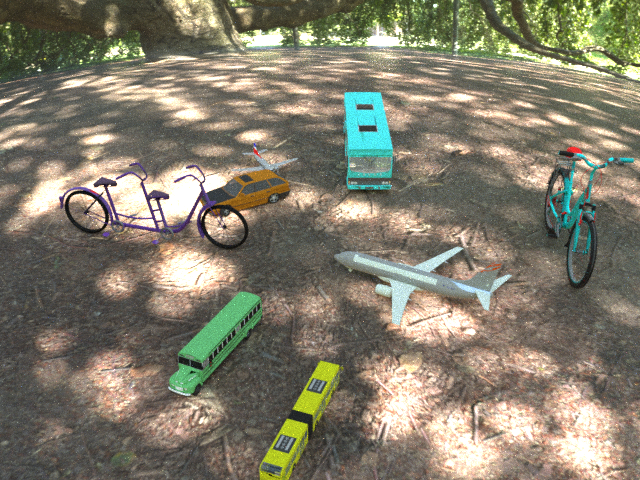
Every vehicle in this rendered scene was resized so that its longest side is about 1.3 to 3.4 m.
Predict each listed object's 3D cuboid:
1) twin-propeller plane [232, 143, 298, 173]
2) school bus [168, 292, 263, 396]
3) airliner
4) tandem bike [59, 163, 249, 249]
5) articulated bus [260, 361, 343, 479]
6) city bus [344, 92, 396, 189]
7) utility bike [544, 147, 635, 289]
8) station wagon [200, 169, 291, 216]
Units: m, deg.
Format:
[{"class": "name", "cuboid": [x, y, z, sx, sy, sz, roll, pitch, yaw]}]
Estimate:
[{"class": "twin-propeller plane", "cuboid": [-1.096, -1.531, 13.556, 1.370, 0.407, 1.095, -13, 32, -21]}, {"class": "school bus", "cuboid": [-1.271, 1.258, 8.647, 0.365, 0.434, 1.708, 13, 32, 21]}, {"class": "airliner", "cuboid": [1.302, 0.360, 9.815, 2.541, 0.835, 2.257, 17, 34, 27]}, {"class": "tandem bike", "cuboid": [-2.655, -0.568, 10.946, 3.192, 1.326, 0.550, 7, 30, 11]}, {"class": "articulated bus", "cuboid": [-0.178, 1.946, 7.590, 0.311, 0.289, 1.749, 11, 31, 18]}, {"class": "city bus", "cuboid": [0.903, -2.002, 13.890, 0.926, 0.894, 3.255, 0, 30, 0]}, {"class": "utility bike", "cuboid": [3.878, -0.596, 10.477, 1.039, 1.839, 2.791, 2, 30, 4]}, {"class": "station wagon", "cuboid": [-1.326, -0.867, 12.328, 1.597, 0.473, 0.682, -18, 34, -28]}]
